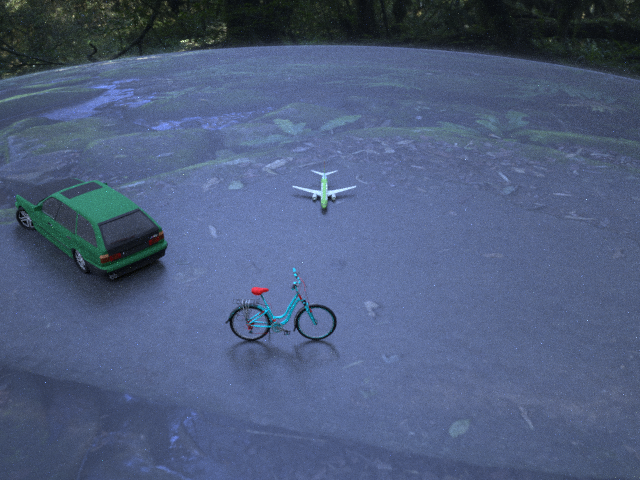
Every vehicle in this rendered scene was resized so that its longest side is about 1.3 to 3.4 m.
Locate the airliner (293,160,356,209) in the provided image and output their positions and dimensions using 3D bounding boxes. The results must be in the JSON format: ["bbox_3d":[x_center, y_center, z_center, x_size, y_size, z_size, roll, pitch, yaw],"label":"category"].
[{"bbox_3d":[0.078,-0.986,12.607,1.161,0.429,1.307,0,30,0],"label":"airliner"}]

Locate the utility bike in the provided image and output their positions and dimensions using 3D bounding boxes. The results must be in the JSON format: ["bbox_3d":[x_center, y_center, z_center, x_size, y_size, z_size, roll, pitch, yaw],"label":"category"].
[{"bbox_3d":[-0.501,0.859,8.939,1.435,0.946,0.535,0,30,0],"label":"utility bike"}]

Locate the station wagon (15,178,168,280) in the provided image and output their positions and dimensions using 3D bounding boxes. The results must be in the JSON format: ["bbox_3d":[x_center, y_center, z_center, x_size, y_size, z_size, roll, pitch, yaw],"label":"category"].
[{"bbox_3d":[-3.752,-0.416,11.146,1.327,0.920,3.105,-27,40,-38],"label":"station wagon"}]
